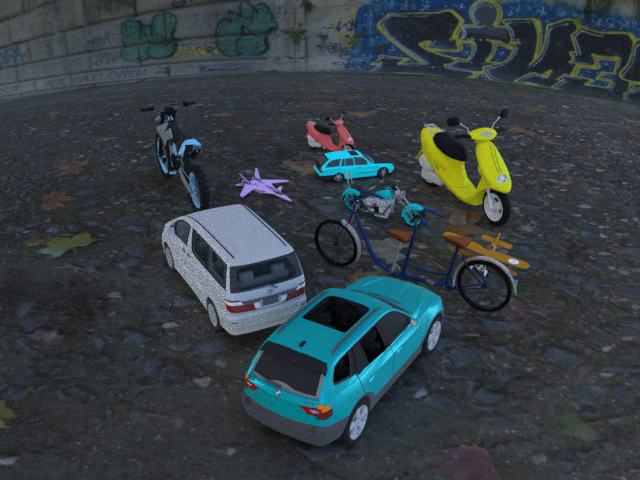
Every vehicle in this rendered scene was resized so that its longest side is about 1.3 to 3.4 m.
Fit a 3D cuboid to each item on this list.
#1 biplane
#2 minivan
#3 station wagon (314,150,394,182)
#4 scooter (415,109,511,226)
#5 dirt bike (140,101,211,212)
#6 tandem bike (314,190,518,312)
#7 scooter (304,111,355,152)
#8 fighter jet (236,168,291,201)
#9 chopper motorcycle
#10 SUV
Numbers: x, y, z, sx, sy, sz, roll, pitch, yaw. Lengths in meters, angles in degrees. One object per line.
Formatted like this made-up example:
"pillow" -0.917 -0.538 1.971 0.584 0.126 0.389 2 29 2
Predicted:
"biplane" 2.548 0.209 10.604 1.336 0.504 1.090 16 31 28
"minivan" -1.326 0.181 9.890 1.324 1.197 3.011 -14 30 -25
"station wagon" 0.695 -1.538 14.111 1.597 0.473 0.682 -7 28 -14
"scooter" 2.569 -1.485 12.544 1.288 1.786 2.721 -12 29 -23
"dirt bike" -2.634 -1.616 12.939 1.024 1.666 2.903 -13 30 -25
"tandem bike" 1.257 0.104 9.899 3.192 1.326 0.550 16 31 29
"scooter" 0.213 -2.312 15.153 1.399 0.919 0.662 21 33 35
"fighter jet" -0.976 -1.014 13.278 1.147 0.286 1.358 -22 34 -37
"chopper motorcycle" 1.093 -0.718 12.161 1.563 0.761 0.466 14 30 26
"SUV" 0.381 1.128 8.084 1.276 1.128 3.058 16 31 29
